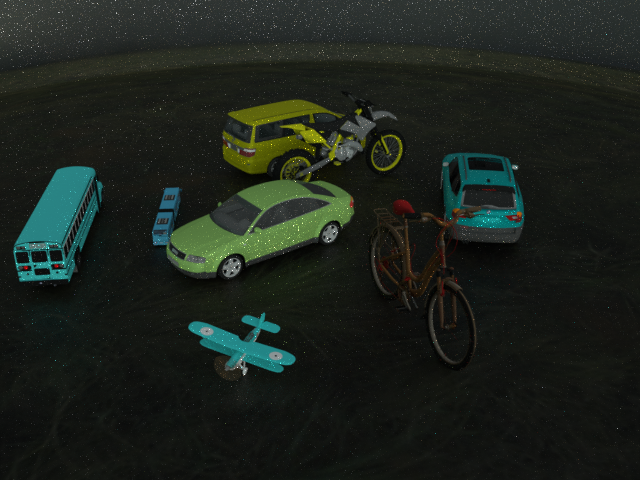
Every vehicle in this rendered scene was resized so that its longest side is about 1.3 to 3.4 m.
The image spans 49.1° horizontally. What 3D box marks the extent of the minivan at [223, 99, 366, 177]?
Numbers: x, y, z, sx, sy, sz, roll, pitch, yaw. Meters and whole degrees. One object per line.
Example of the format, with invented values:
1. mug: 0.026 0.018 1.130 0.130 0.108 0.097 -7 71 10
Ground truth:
1. minivan: -0.453 -2.167 14.136 3.011 1.197 1.324 -19 33 -31

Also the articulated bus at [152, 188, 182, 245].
1. articulated bus: -2.572 -0.422 11.808 0.311 0.289 1.749 -2 28 -4

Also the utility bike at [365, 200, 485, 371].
1. utility bike: 1.305 0.277 8.827 1.039 1.839 2.791 -11 30 -19

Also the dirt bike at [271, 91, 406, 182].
1. dirt bike: 0.405 -1.787 12.916 2.903 1.666 1.024 -15 31 -26

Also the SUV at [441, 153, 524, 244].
1. SUV: 2.717 -0.923 11.858 1.276 1.128 3.058 3 28 6

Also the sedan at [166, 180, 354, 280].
1. sedan: -0.884 -0.304 10.889 3.137 0.940 1.235 -19 34 -32

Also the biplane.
1. biplane: -0.867 1.258 8.400 1.336 0.504 1.090 9 29 17

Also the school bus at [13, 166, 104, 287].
1. school bus: -4.034 -0.363 11.102 0.709 0.844 3.322 -3 28 -6
